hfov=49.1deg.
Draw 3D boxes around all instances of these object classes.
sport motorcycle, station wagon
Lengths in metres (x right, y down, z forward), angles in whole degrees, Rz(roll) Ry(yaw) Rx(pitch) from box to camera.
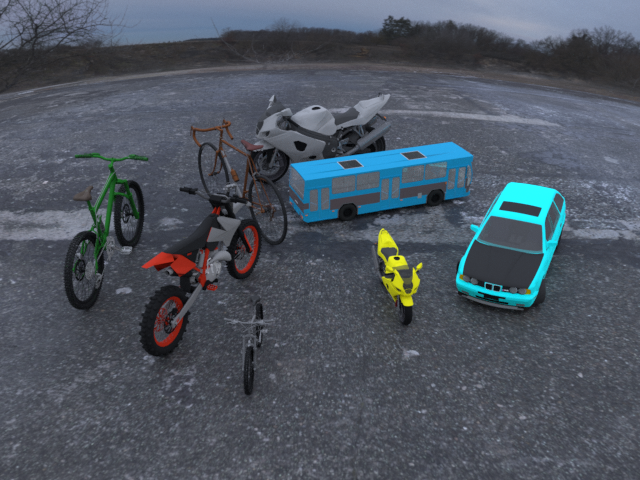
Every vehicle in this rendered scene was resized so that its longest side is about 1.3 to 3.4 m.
[{"bbox_3d":[1.048,0.503,9.775,0.506,0.821,1.520,-5,28,-9],"label":"sport motorcycle"},{"bbox_3d":[2.991,-0.050,10.704,1.327,0.920,3.105,12,31,22],"label":"station wagon"},{"bbox_3d":[-0.012,-1.997,13.630,2.955,1.596,0.983,-10,30,-18],"label":"sport motorcycle"}]

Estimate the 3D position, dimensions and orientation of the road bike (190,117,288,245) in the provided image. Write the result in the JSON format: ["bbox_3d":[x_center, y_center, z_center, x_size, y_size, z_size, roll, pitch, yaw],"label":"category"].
[{"bbox_3d":[-1.380,-1.050,11.796,0.696,1.656,3.004,-18,33,-31],"label":"road bike"}]

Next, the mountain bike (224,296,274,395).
[{"bbox_3d":[-0.808,1.169,8.479,0.573,0.868,1.469,1,28,2],"label":"mountain bike"}]

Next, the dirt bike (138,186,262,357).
[{"bbox_3d":[-1.534,0.240,9.371,1.024,1.666,2.903,12,30,21],"label":"dirt bike"}]

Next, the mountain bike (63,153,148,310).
[{"bbox_3d":[-3.136,-0.262,10.287,1.114,1.688,2.857,3,28,6],"label":"mountain bike"}]

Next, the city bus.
[{"bbox_3d":[1.112,-1.024,12.555,3.255,0.894,0.926,-10,30,-18],"label":"city bus"}]
